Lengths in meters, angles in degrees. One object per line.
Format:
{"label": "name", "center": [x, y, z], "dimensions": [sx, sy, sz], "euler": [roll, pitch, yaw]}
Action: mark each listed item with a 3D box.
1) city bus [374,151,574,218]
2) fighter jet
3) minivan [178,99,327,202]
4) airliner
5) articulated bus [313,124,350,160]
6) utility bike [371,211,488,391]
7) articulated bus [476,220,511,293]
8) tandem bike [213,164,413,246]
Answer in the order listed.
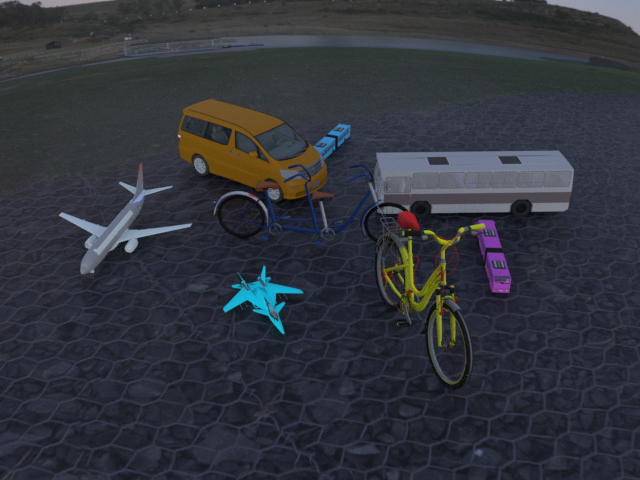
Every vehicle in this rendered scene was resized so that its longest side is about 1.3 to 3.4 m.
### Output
{"label": "city bus", "center": [2.585, -0.961, 12.051], "dimensions": [3.255, 0.894, 0.926], "euler": [-1, 30, -1]}
{"label": "fighter jet", "center": [-0.737, 0.831, 9.589], "dimensions": [1.147, 0.286, 1.358], "euler": [-12, 32, -20]}
{"label": "minivan", "center": [-1.273, -1.712, 13.037], "dimensions": [3.011, 1.197, 1.324], "euler": [21, 36, 31]}
{"label": "airliner", "center": [-3.229, -0.354, 11.072], "dimensions": [2.257, 0.835, 2.541], "euler": [5, 31, 8]}
{"label": "articulated bus", "center": [0.190, -1.978, 14.390], "dimensions": [0.311, 0.289, 1.749], "euler": [12, 33, 20]}
{"label": "utility bike", "center": [1.317, 0.452, 8.700], "dimensions": [1.039, 1.839, 2.791], "euler": [-10, 32, -16]}
{"label": "articulated bus", "center": [2.624, 0.216, 10.638], "dimensions": [0.311, 0.289, 1.749], "euler": [2, 30, 3]}
{"label": "tandem bike", "center": [-0.124, -0.546, 10.916], "dimensions": [3.192, 1.326, 0.550], "euler": [3, 30, 6]}
